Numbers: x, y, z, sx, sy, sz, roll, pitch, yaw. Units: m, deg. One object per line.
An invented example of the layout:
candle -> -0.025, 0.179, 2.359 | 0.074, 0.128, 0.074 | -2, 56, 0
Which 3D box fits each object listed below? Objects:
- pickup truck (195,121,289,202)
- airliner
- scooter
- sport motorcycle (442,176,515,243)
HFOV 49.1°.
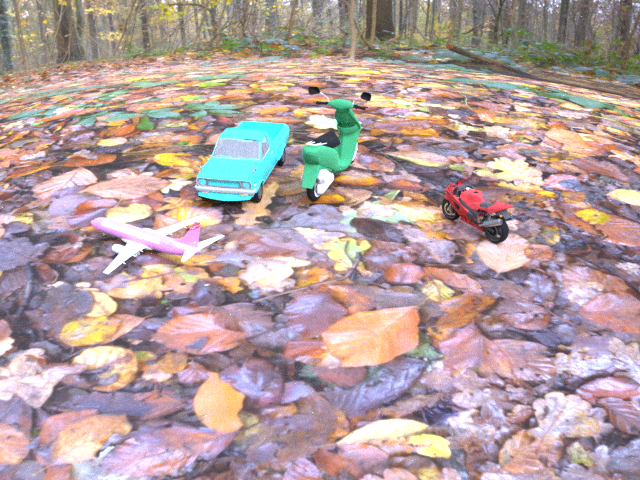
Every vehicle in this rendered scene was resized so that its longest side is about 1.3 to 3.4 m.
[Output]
pickup truck -> -1.474, -1.722, 13.945 | 1.244, 0.993, 3.117 | 5, 29, 9
airliner -> -2.837, -0.196, 11.286 | 2.541, 0.835, 2.257 | 16, 32, 28
scooter -> 0.261, -1.952, 13.537 | 1.288, 1.786, 2.721 | 11, 30, 19
sport motorcycle -> 2.641, -0.524, 11.908 | 0.506, 0.821, 1.520 | -19, 34, -31
